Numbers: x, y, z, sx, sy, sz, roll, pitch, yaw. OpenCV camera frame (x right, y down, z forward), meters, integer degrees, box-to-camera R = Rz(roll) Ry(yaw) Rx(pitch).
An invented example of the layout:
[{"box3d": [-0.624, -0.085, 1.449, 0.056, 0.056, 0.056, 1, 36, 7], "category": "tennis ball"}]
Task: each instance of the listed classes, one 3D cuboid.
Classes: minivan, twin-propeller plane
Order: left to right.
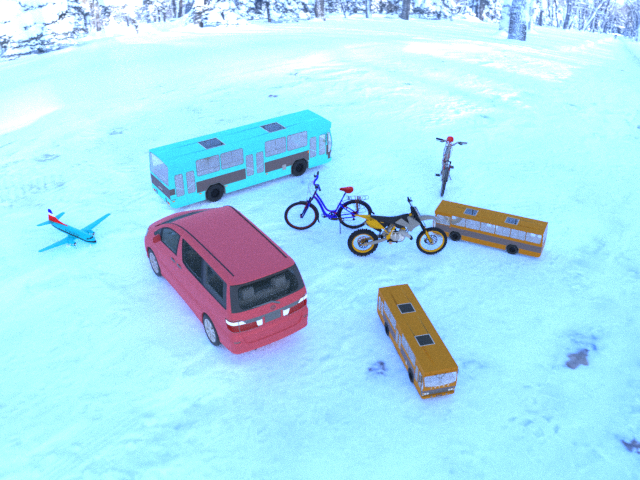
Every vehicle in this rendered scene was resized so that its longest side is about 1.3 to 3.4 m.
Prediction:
[{"box3d": [-3.844, -0.179, 10.818, 1.095, 0.407, 1.370, 19, 37, 28], "category": "twin-propeller plane"}, {"box3d": [-1.370, 0.264, 9.357, 1.324, 1.197, 3.011, -19, 37, -28], "category": "minivan"}]

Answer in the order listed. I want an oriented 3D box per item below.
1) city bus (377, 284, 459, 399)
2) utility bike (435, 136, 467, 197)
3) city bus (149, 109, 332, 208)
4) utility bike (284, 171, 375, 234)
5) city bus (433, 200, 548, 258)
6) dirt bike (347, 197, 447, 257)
[{"box3d": [1.146, 1.205, 8.539, 0.476, 0.460, 1.674, -7, 33, -12], "category": "city bus"}, {"box3d": [2.271, -1.409, 12.290, 0.535, 0.946, 1.435, 5, 32, 9], "category": "utility bike"}, {"box3d": [-1.325, -1.445, 12.397, 3.255, 0.894, 0.926, -20, 37, -29], "category": "city bus"}, {"box3d": [0.155, -0.534, 10.881, 1.435, 0.946, 0.535, -2, 32, -3], "category": "utility bike"}, {"box3d": [2.594, -0.166, 10.748, 1.674, 0.460, 0.476, 14, 35, 21], "category": "city bus"}, {"box3d": [1.153, -0.142, 10.333, 1.493, 0.857, 0.527, -1, 32, -2], "category": "dirt bike"}]
